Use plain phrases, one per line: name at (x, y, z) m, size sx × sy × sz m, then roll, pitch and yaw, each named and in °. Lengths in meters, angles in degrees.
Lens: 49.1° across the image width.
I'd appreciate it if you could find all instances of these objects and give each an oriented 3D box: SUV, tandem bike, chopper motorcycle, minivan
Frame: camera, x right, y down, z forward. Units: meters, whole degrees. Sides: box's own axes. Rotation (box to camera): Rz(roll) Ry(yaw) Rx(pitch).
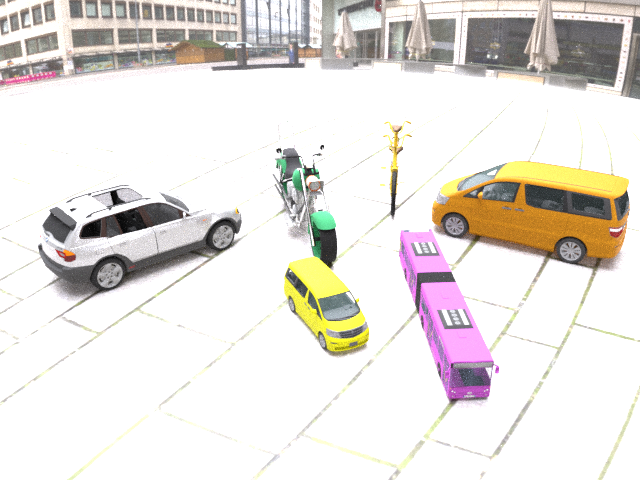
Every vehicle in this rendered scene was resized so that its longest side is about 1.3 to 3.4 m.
SUV at (-2.651, -0.251, 10.574) m, size 3.058 × 1.128 × 1.276 m, roll -21°, pitch 33°, yaw -35°
tandem bike at (1.401, -1.575, 13.005) m, size 0.550 × 1.326 × 3.192 m, roll 3°, pitch 27°, yaw 5°
chopper motorcycle at (-0.256, -0.848, 11.375) m, size 0.906 × 1.480 × 3.040 m, roll -7°, pitch 27°, yaw -14°
minivan at (3.300, -0.579, 11.153) m, size 3.011 × 1.197 × 1.324 m, roll 14°, pitch 30°, yaw 26°
minivan at (0.067, 0.806, 9.028) m, size 0.681 × 0.616 × 1.548 m, roll -12°, pitch 29°, yaw -23°

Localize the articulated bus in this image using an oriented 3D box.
articulated bus at (1.539, 0.800, 9.102) m, size 0.605 × 0.561 × 3.401 m, roll -2°, pitch 27°, yaw -3°
